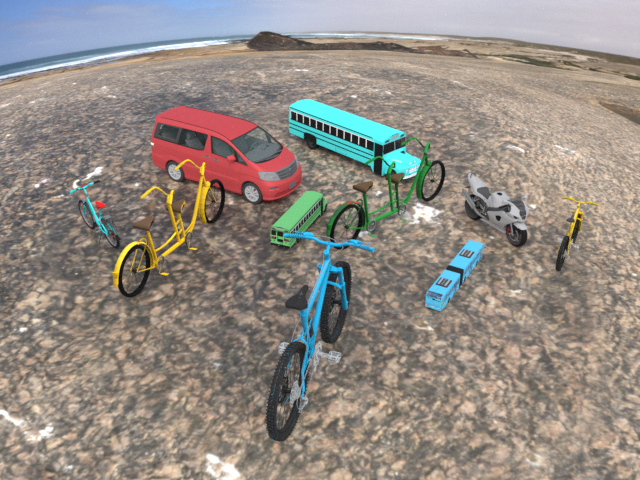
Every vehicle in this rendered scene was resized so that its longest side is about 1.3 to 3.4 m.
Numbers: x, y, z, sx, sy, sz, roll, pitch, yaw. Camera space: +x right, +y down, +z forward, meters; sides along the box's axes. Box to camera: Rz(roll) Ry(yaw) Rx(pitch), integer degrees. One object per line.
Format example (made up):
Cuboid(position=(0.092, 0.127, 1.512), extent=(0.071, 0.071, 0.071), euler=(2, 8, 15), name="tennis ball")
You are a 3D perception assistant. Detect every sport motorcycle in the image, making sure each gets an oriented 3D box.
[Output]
Cuboid(position=(2.931, -0.509, 11.664), extent=(0.506, 0.821, 1.520), euler=(-15, 33, -24), name="sport motorcycle")

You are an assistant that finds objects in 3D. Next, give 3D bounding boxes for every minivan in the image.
Cuboid(position=(-1.782, -1.661, 13.282), extent=(3.011, 1.197, 1.324), euler=(17, 34, 26), name="minivan")

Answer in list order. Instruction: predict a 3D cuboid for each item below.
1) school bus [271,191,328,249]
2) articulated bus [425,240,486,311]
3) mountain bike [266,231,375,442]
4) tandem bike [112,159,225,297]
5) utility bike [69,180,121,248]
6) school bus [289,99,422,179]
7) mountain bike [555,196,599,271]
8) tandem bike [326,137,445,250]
Cuboid(position=(-0.315, -0.400, 11.862), extent=(0.365, 0.434, 1.708), euler=(12, 32, 19), name="school bus")
Cuboid(position=(2.032, 0.502, 10.445), extent=(0.311, 0.289, 1.749), euler=(16, 34, 26), name="articulated bus")
Cuboid(position=(-0.057, 0.970, 8.237), extent=(1.114, 1.688, 2.857), euler=(9, 31, 16), name="mountain bike")
Cuboid(position=(-2.261, -0.326, 10.842), extent=(0.550, 1.326, 3.192), euler=(11, 32, 18), name="tandem bike")
Cuboid(position=(-3.675, -0.418, 11.382), extent=(0.535, 0.946, 1.435), euler=(-24, 38, -35), name="utility bike")
Cuboid(position=(0.686, -2.072, 14.347), extent=(0.709, 0.844, 3.322), euler=(-25, 38, -36), name="school bus")
Cuboid(position=(3.934, -0.128, 10.958), extent=(0.573, 0.868, 1.469), euler=(16, 34, 25), name="mountain bike")
Cuboid(position=(1.199, -0.861, 11.768), extent=(0.550, 1.326, 3.192), euler=(25, 38, 36), name="tandem bike")
